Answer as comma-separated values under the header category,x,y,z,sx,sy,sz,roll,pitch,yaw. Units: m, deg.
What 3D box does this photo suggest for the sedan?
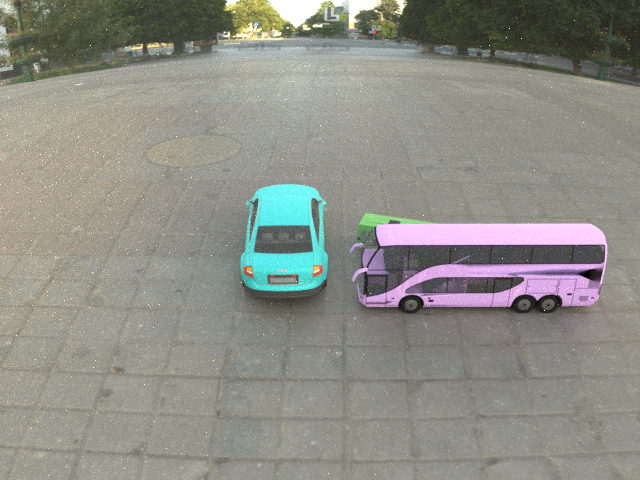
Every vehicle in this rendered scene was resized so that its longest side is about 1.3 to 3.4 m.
category,x,y,z,sx,sy,sz,roll,pitch,yaw
sedan,-0.509,-0.201,10.340,1.235,0.940,3.137,-1,28,-1

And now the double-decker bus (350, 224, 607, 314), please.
category,x,y,z,sx,sy,sz,roll,pitch,yaw
double-decker bus,2.029,0.349,9.205,3.251,1.052,0.756,0,28,0

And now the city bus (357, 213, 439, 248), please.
category,x,y,z,sx,sy,sz,roll,pitch,yaw
city bus,1.416,-0.004,10.478,1.674,0.460,0.476,9,30,16
